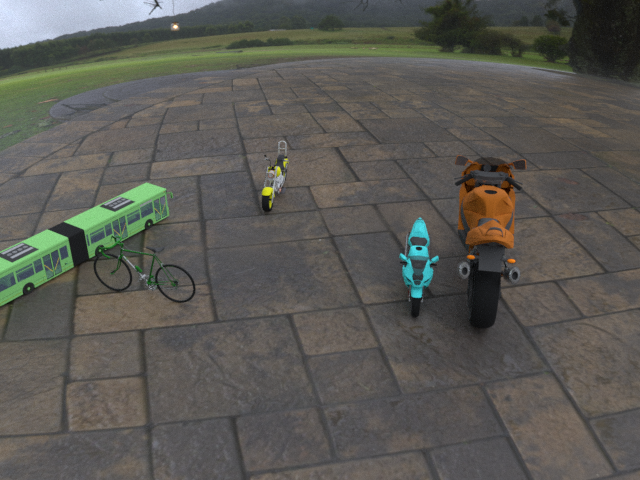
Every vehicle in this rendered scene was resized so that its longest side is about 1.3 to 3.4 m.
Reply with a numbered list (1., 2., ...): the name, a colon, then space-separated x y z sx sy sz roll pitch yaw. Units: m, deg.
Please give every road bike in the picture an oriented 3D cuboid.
1. road bike: -2.385 0.402 9.402 1.545 0.852 0.358 9 30 15

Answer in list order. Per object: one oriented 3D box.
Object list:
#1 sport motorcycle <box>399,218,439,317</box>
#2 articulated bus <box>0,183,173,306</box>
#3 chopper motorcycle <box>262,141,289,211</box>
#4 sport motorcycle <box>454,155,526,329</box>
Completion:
1. sport motorcycle: 1.324 0.362 9.505 0.506 0.821 1.520 4 29 7
2. articulated bus: -3.595 -0.010 10.443 0.605 0.561 3.401 18 34 29
3. chopper motorcycle: -0.791 -1.132 12.262 0.466 0.761 1.563 4 29 8
4. sport motorcycle: 2.256 -0.095 9.530 0.983 1.596 2.955 5 29 9
